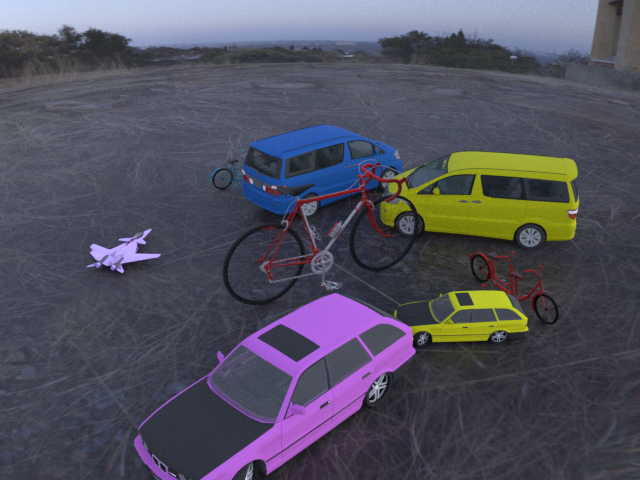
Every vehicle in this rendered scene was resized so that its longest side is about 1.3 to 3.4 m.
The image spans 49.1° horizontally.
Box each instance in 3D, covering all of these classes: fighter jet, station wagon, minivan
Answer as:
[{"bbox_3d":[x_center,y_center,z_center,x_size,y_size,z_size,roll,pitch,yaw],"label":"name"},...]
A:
[{"bbox_3d":[-2.873,0.046,10.488,1.147,0.286,1.358,8,28,15],"label":"fighter jet"},{"bbox_3d":[1.711,0.920,8.582,1.597,0.473,0.682,-2,27,-3],"label":"station wagon"},{"bbox_3d":[2.467,-0.720,10.985,3.011,1.197,1.324,6,28,12],"label":"minivan"},{"bbox_3d":[0.122,-1.336,12.183,3.011,1.197,1.324,-21,34,-35],"label":"minivan"},{"bbox_3d":[-0.363,1.431,7.098,1.327,0.920,3.105,24,36,38],"label":"station wagon"}]

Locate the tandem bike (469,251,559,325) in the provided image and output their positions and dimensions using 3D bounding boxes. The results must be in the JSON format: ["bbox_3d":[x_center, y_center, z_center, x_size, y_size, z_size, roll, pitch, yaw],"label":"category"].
[{"bbox_3d":[2.518,0.498,9.175,0.283,0.682,1.642,-15,31,-26],"label":"tandem bike"}]

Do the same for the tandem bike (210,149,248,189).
[{"bbox_3d":[-1.247,-1.363,12.800,1.642,0.682,0.283,-15,31,-27],"label":"tandem bike"}]

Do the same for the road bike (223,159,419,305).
[{"bbox_3d":[0.100,-0.105,9.284,3.004,1.656,0.697,-14,30,-26],"label":"road bike"}]
